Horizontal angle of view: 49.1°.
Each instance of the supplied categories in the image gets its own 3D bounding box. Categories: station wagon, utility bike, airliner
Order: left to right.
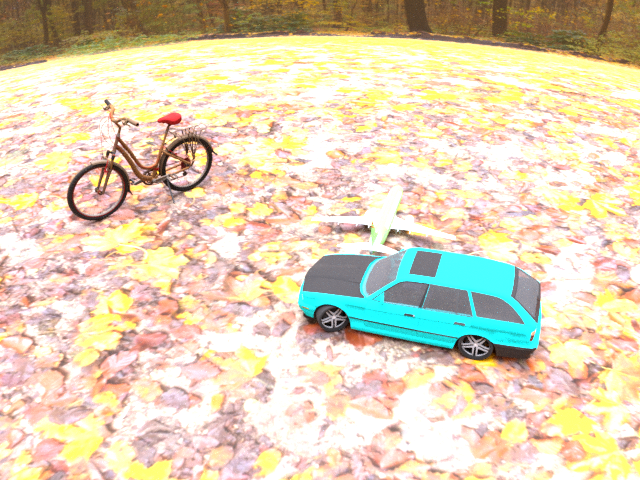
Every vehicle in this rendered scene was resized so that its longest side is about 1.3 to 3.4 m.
[{"bbox_3d":[-2.833,-1.367,11.489,2.791,1.839,1.039,-24,38,-34],"label":"utility bike"},{"bbox_3d":[1.040,-0.483,10.996,2.257,0.835,2.541,8,32,13],"label":"airliner"},{"bbox_3d":[1.261,0.664,9.011,3.105,0.920,1.327,9,32,15],"label":"station wagon"}]
